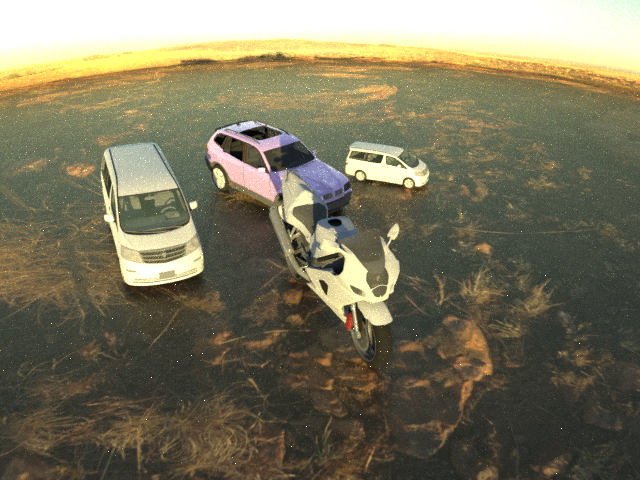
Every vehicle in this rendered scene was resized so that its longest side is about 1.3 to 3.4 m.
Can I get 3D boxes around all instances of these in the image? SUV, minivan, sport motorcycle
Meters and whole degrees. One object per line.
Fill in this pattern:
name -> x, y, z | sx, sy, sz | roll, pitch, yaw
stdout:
SUV -> -0.784, -1.275, 12.239 | 1.276, 1.128, 3.058 | -23, 36, -37
minivan -> -2.621, -0.462, 10.634 | 1.324, 1.197, 3.011 | -10, 30, -18
minivan -> 1.263, -1.416, 13.051 | 1.548, 0.616, 0.681 | 11, 30, 20
sport motorcycle -> 0.155, 0.278, 8.815 | 0.983, 1.596, 2.955 | -12, 30, -21
